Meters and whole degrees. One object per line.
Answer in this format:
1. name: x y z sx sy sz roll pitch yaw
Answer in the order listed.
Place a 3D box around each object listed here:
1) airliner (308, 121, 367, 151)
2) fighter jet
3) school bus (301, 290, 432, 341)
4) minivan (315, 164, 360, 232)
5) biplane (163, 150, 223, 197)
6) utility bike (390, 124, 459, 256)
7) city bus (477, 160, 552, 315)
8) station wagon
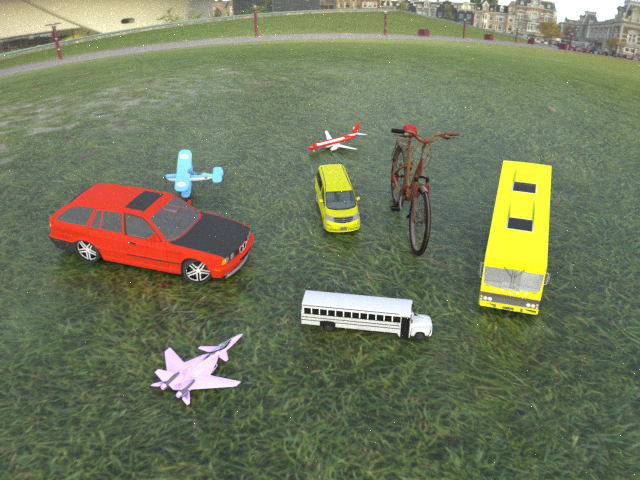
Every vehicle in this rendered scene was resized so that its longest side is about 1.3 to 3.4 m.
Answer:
1. airliner: 0.308 -2.123 14.406 1.307 0.429 1.161 -18 35 -27
2. fighter jet: -1.380 1.428 8.545 1.147 0.286 1.358 19 35 28
3. school bus: 0.615 0.976 9.165 1.708 0.434 0.365 5 31 8
4. minivan: 0.282 -0.714 11.842 0.681 0.616 1.548 -4 31 -6
5. biplane: -2.300 -1.147 12.683 1.090 0.504 1.336 -3 31 -5
6. utility bike: 1.548 -1.063 11.231 1.039 1.839 2.791 -3 31 -4
7. city bus: 2.992 -0.129 10.579 0.926 0.894 3.255 9 32 14
8. station wagon: -2.556 -0.194 10.663 3.105 0.920 1.327 10 32 16
